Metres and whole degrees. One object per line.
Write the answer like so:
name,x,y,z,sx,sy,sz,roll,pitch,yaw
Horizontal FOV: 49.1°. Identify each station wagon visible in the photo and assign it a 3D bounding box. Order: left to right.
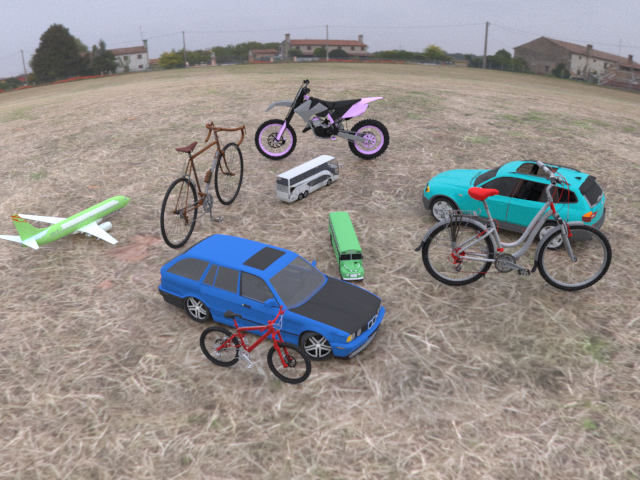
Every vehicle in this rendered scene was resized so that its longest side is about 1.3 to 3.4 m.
station wagon,-0.665,0.653,9.379,3.105,0.920,1.327,14,30,26

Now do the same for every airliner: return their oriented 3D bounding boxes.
airliner,-4.094,-0.468,11.727,2.257,0.835,2.541,13,29,25

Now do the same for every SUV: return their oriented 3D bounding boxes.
SUV,3.294,-0.773,12.010,3.058,1.128,1.276,16,30,28

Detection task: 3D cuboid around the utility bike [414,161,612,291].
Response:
utility bike,2.777,-0.182,10.026,2.791,1.839,1.039,3,27,5

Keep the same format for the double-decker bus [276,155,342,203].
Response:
double-decker bus,-0.206,-1.208,13.544,0.389,0.541,1.672,18,32,32

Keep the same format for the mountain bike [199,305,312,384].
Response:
mountain bike,-0.787,1.231,8.276,1.469,0.868,0.573,10,28,19

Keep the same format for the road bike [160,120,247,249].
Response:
road bike,-1.961,-1.043,11.962,0.697,1.656,3.004,9,28,17

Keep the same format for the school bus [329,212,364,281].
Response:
school bus,0.405,0.087,11.063,0.365,0.434,1.708,-3,27,-6

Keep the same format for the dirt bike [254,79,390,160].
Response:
dirt bike,0.049,-2.482,14.840,2.903,1.666,1.024,-1,26,-2
